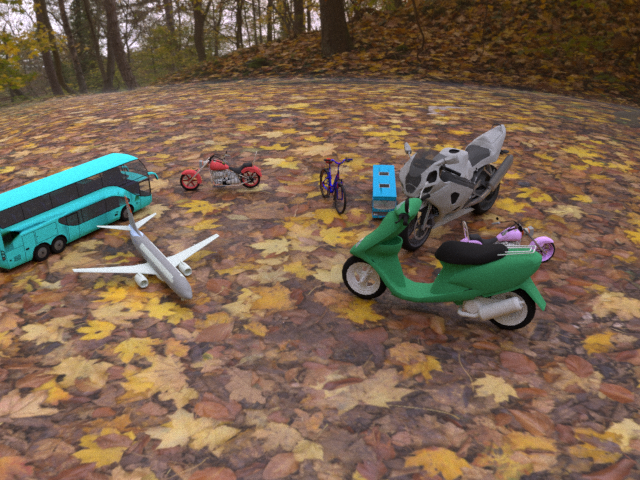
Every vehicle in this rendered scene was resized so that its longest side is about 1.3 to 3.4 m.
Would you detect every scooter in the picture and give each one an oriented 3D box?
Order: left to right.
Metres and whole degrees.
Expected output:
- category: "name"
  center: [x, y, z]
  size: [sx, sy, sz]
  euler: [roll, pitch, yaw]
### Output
- category: "scooter"
  center: [1.553, 0.171, 8.989]
  size: [2.721, 1.786, 1.288]
  euler: [11, 27, 22]

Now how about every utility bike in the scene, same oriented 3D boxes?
- category: "utility bike"
  center: [0.270, -1.088, 12.646]
  size: [0.535, 0.946, 1.435]
  euler: [-8, 26, -16]

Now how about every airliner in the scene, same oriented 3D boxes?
- category: "airliner"
  center: [-2.411, 0.113, 10.228]
  size: [2.257, 0.835, 2.541]
  euler: [-15, 29, -29]

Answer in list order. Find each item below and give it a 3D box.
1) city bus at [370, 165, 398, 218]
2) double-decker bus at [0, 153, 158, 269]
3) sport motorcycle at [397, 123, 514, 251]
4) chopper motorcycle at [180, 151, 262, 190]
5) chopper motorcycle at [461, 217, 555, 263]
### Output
- category: "city bus"
  center: [1.162, -0.884, 12.783]
  size: [0.476, 0.460, 1.674]
  euler: [2, 25, 4]
- category: "double-decker bus"
  center: [-4.039, -0.575, 11.432]
  size: [0.756, 1.052, 3.251]
  euler: [14, 29, 28]
- category: "sport motorcycle"
  center: [2.194, -0.911, 11.506]
  size: [0.983, 1.596, 2.955]
  euler: [21, 32, 37]
- category: "chopper motorcycle"
  center: [-1.897, -1.322, 13.359]
  size: [1.563, 0.761, 0.466]
  euler: [-1, 25, -2]
- category: "chopper motorcycle"
  center: [2.798, 0.025, 10.500]
  size: [1.563, 0.761, 0.466]
  euler: [-4, 26, -9]
